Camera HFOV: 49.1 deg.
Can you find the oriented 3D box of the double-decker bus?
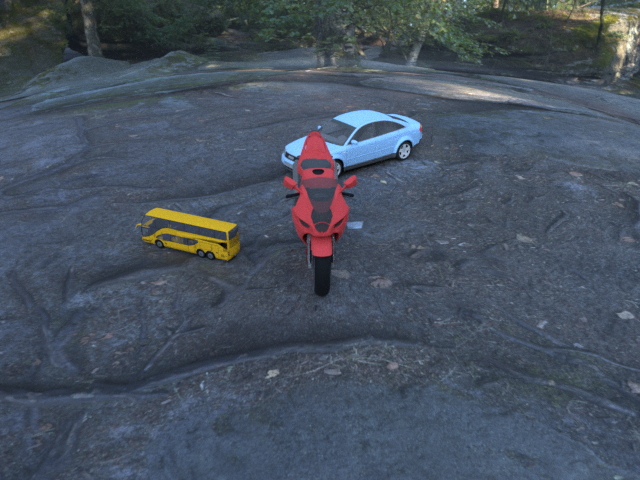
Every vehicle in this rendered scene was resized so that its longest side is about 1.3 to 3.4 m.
[{"bbox_3d":[-2.013,-0.101,10.675,1.672,0.541,0.389,12,29,22],"label":"double-decker bus"}]

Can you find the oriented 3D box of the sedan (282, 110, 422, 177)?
[{"bbox_3d":[0.668,-2.007,13.980,3.137,0.940,1.235,-19,32,-32],"label":"sedan"}]

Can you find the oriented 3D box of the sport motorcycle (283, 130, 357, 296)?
[{"bbox_3d":[-0.028,-0.474,10.246,0.983,1.596,2.955,-1,27,-2],"label":"sport motorcycle"}]
